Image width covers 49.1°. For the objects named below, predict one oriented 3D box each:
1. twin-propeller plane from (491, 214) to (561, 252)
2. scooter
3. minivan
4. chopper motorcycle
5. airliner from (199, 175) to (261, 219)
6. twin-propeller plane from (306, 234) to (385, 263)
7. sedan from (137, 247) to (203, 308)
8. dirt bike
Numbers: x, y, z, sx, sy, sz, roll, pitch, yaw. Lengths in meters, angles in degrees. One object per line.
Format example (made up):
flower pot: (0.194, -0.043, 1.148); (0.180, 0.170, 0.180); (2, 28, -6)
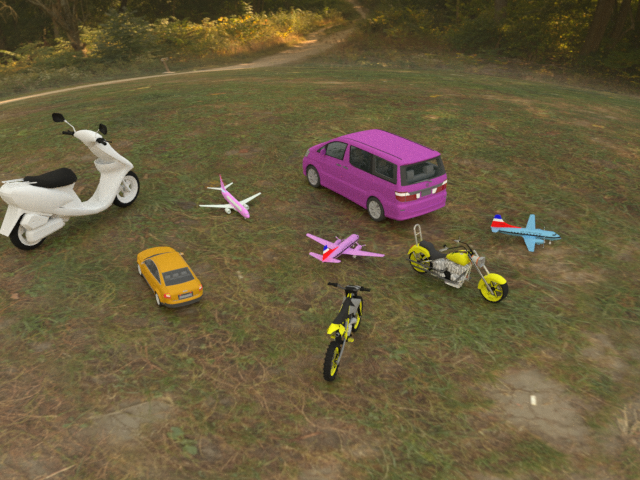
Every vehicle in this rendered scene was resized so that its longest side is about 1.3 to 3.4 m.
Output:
twin-propeller plane: (3.278, -0.165, 11.137); (1.095, 0.407, 1.370); (7, 28, 14)
scooter: (-3.999, -1.014, 11.283); (1.288, 1.786, 2.721); (17, 31, 29)
minivan: (0.882, -1.315, 12.521); (1.324, 1.197, 3.011); (-18, 32, -31)
chopper motorcycle: (1.914, 0.323, 9.793); (1.563, 0.761, 0.466); (21, 34, 35)
airliner: (-1.514, -0.749, 12.256); (1.161, 0.429, 1.307); (-14, 30, -25)
twin-propeller plane: (0.321, 0.083, 10.651); (1.370, 0.407, 1.095); (16, 31, 28)
sedan: (-2.150, 0.432, 9.884); (0.635, 0.483, 1.613); (-14, 30, -25)
dirt bike: (0.293, 0.992, 8.377); (0.527, 0.857, 1.493); (8, 28, 16)
